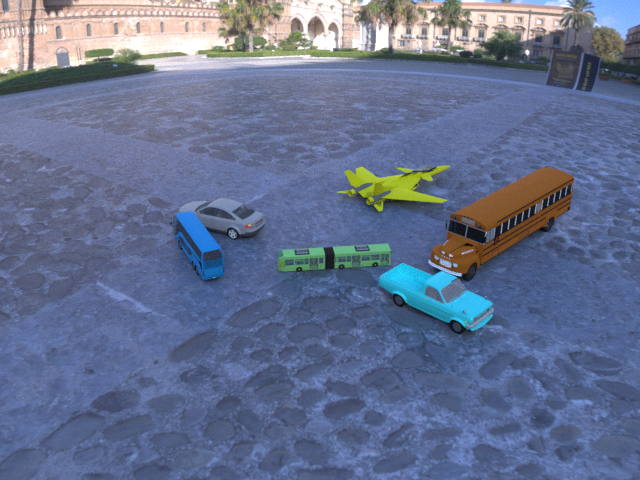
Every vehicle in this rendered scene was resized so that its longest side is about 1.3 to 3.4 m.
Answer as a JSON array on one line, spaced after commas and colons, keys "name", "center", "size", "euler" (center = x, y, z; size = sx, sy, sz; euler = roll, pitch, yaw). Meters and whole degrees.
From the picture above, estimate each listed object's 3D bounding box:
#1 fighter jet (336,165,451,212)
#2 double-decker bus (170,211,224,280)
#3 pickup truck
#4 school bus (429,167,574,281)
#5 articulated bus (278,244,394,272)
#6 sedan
[{"name": "fighter jet", "center": [1.667, -1.256, 13.412], "size": [2.640, 0.557, 2.229], "euler": [-22, 34, -36]}, {"name": "double-decker bus", "center": [-1.916, 0.049, 10.882], "size": [0.389, 0.541, 1.672], "euler": [-12, 30, -23]}, {"name": "pickup truck", "center": [1.575, 0.722, 9.601], "size": [1.603, 0.511, 0.640], "euler": [24, 35, 38]}, {"name": "school bus", "center": [2.974, -0.323, 11.275], "size": [0.709, 0.844, 3.322], "euler": [24, 36, 39]}, {"name": "articulated bus", "center": [0.233, 0.271, 10.725], "size": [1.749, 0.289, 0.311], "euler": [-3, 27, -6]}, {"name": "sedan", "center": [-1.699, -0.437, 11.893], "size": [1.613, 0.483, 0.635], "euler": [13, 30, 24]}]
